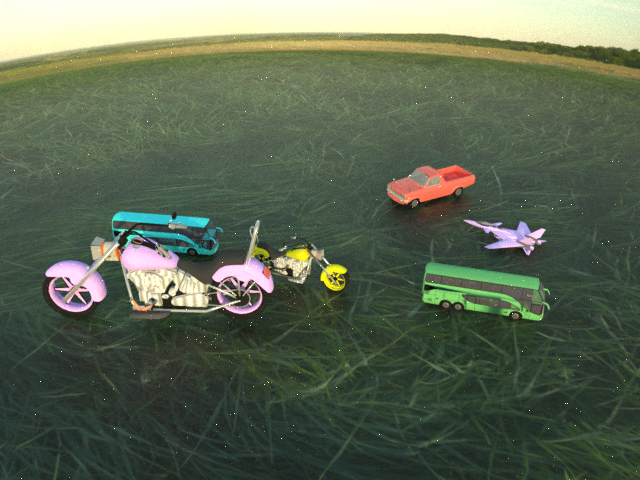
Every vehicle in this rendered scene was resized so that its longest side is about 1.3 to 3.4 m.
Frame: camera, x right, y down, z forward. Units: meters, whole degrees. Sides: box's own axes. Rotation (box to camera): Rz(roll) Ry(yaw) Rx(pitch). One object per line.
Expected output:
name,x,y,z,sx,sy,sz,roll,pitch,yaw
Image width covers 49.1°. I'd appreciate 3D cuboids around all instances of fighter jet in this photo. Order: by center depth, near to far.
fighter jet,2.894,-0.182,11.238,1.358,0.286,1.147,24,38,36

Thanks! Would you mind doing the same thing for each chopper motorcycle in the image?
chopper motorcycle,-2.120,0.375,9.038,3.040,1.480,0.906,2,30,3
chopper motorcycle,-0.328,0.271,9.952,1.563,0.761,0.466,11,31,18

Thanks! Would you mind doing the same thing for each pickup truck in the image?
pickup truck,1.992,-1.030,12.509,1.603,0.511,0.640,-15,33,-25

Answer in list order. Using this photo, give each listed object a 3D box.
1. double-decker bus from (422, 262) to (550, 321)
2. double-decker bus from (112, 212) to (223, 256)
double-decker bus,2.221,0.697,9.422,1.672,0.541,0.389,8,30,14
double-decker bus,-2.361,-0.095,10.825,1.672,0.541,0.389,4,30,8
